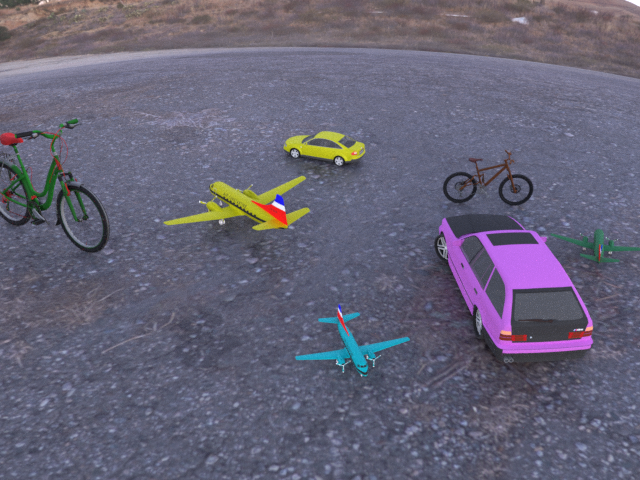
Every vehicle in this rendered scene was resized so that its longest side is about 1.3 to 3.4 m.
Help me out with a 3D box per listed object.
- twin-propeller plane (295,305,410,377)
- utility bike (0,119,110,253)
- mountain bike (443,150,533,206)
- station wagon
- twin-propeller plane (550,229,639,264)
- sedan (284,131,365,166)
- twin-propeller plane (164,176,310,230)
[{"bbox_3d":[0.359,1.169,8.096,1.370,0.407,1.095,-8,30,-14],"label":"twin-propeller plane"},{"bbox_3d":[-4.106,-0.916,10.383,2.791,1.839,1.039,17,33,27],"label":"utility bike"},{"bbox_3d":[2.776,-0.982,11.505,1.469,0.868,0.573,3,29,5],"label":"mountain bike"},{"bbox_3d":[2.405,0.343,9.059,1.327,0.920,3.105,-2,29,-4],"label":"station wagon"},{"bbox_3d":[4.045,0.041,10.134,1.370,0.407,1.095,10,30,17],"label":"twin-propeller plane"},{"bbox_3d":[0.068,-1.809,13.396,1.613,0.483,0.635,12,31,21],"label":"sedan"},{"bbox_3d":[-1.158,-0.635,10.957,2.663,0.792,2.129,-22,36,-34],"label":"twin-propeller plane"}]
